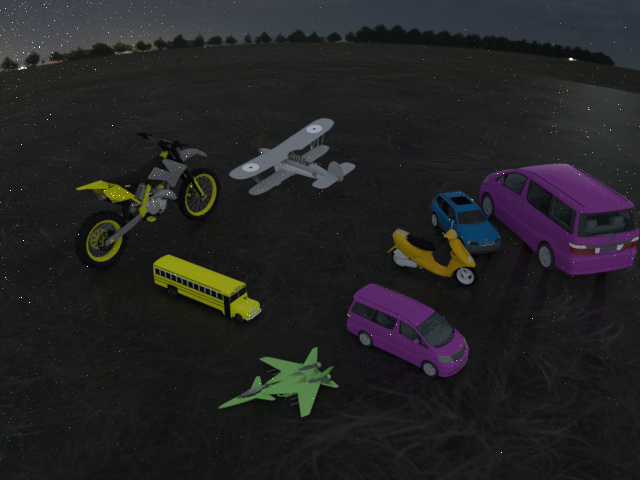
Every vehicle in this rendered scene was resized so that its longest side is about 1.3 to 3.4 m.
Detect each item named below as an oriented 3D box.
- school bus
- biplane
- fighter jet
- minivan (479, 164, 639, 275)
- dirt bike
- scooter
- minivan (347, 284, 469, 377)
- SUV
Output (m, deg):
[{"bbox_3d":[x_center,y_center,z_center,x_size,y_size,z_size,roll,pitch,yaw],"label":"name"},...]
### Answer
[{"bbox_3d":[-1.558,0.658,9.620,1.708,0.434,0.365,18,33,29],"label":"school bus"},{"bbox_3d":[-0.418,-1.365,12.837,2.120,0.981,2.598,22,35,35],"label":"biplane"},{"bbox_3d":[-0.518,1.627,7.958,1.358,0.286,1.147,-14,31,-24],"label":"fighter jet"},{"bbox_3d":[3.658,-0.548,11.073,1.324,1.197,3.011,-7,29,-14],"label":"minivan"},{"bbox_3d":[-2.629,-0.717,10.891,1.024,1.666,2.903,19,34,32],"label":"dirt bike"},{"bbox_3d":[1.636,0.123,10.110,1.399,0.919,0.662,15,32,26],"label":"scooter"},{"bbox_3d":[1.080,1.092,8.614,1.548,0.616,0.681,21,35,34],"label":"minivan"},{"bbox_3d":[2.328,-0.310,11.282,0.656,0.580,1.572,-8,29,-14],"label":"SUV"}]
